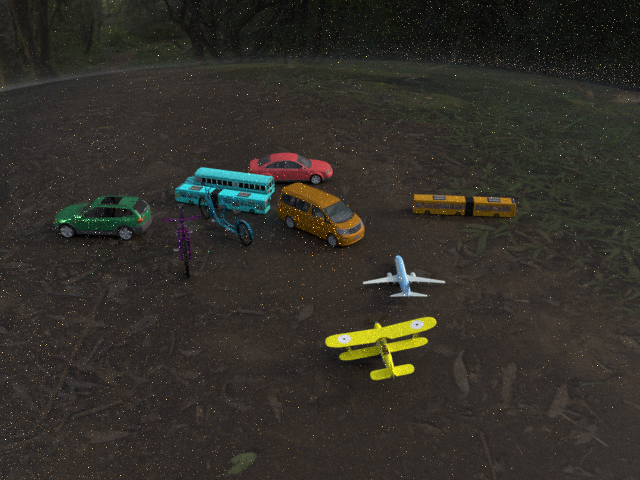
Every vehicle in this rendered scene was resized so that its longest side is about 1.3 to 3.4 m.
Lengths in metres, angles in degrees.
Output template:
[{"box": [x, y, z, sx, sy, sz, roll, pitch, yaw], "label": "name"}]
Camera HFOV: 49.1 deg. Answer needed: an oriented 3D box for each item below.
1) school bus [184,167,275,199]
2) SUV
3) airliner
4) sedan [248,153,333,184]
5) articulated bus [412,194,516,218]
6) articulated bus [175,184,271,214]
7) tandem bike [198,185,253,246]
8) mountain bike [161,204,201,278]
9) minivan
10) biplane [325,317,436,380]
[{"box": [-1.679, -1.019, 12.732, 1.708, 0.434, 0.365, 9, 29, 16], "label": "school bus"}, {"box": [-3.542, -0.405, 11.425, 1.572, 0.580, 0.656, 2, 28, 4], "label": "SUV"}, {"box": [1.185, 0.448, 9.986, 1.161, 0.429, 1.307, -1, 28, -1], "label": "airliner"}, {"box": [-0.564, -1.386, 13.366, 1.613, 0.483, 0.635, -1, 28, -3], "label": "sedan"}, {"box": [2.468, -0.591, 12.083, 1.749, 0.289, 0.311, 3, 28, 5], "label": "articulated bus"}, {"box": [-1.717, -0.729, 12.343, 1.749, 0.289, 0.311, 9, 29, 16], "label": "articulated bus"}, {"box": [-1.560, -0.437, 11.377, 0.283, 0.682, 1.642, -21, 34, -34], "label": "tandem bike"}, {"box": [-2.050, -0.070, 10.492, 0.573, 0.868, 1.469, -6, 29, -11], "label": "mountain bike"}, {"box": [0.015, -0.426, 11.427, 1.548, 0.616, 0.681, 23, 36, 37], "label": "minivan"}, {"box": [0.745, 1.303, 8.305, 1.336, 0.504, 1.090, -3, 28, -6], "label": "biplane"}]
